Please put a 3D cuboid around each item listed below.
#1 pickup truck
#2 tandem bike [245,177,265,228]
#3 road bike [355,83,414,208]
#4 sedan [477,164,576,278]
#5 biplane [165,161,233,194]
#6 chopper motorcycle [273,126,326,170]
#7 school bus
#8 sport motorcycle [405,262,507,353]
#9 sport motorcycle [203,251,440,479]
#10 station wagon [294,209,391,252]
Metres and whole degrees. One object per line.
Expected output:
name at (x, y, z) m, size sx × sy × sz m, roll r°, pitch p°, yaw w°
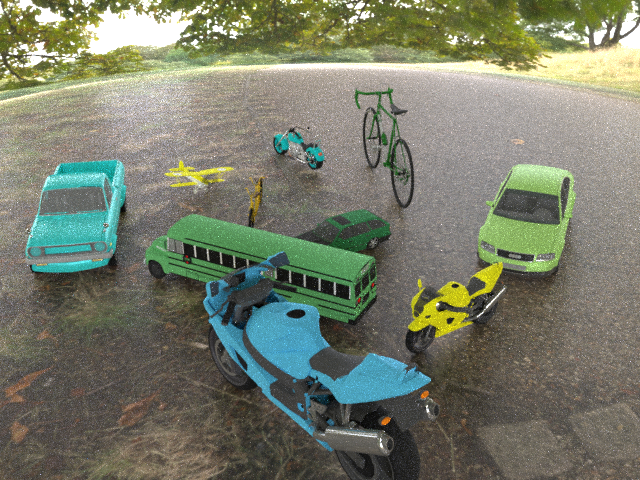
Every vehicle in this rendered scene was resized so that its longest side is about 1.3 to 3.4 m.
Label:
pickup truck at (-3.671, -0.544, 10.733) m, size 1.244 × 0.993 × 3.117 m, roll -5°, pitch 28°, yaw -9°
tandem bike at (-1.042, -0.693, 11.364) m, size 0.283 × 0.682 × 1.642 m, roll 1°, pitch 27°, yaw 2°
road bike at (1.170, -1.737, 12.333) m, size 0.696 × 1.656 × 3.004 m, roll -6°, pitch 28°, yaw -11°
sedan at (3.197, -0.463, 10.634) m, size 1.235 × 0.940 × 3.137 m, roll 11°, pitch 29°, yaw 20°
biplane at (-2.204, -1.127, 12.406) m, size 1.336 × 0.504 × 1.090 m, roll -21°, pitch 34°, yaw -35°
chopper motorcycle at (-0.434, -1.868, 13.569) m, size 0.466 × 0.761 × 1.563 m, roll -19°, pitch 33°, yaw -32°
school bus at (-0.896, 0.322, 9.207) m, size 3.322 × 0.844 × 0.709 m, roll 13°, pitch 30°, yaw 24°
sport motorcycle at (1.604, 0.795, 8.309) m, size 1.520 × 0.821 × 0.506 m, roll -18°, pitch 32°, yaw -32°
sport motorcycle at (-0.177, 1.220, 6.631) m, size 0.983 × 1.596 × 2.955 m, roll -23°, pitch 35°, yaw -38°
station wagon at (0.284, -0.076, 10.390) m, size 1.597 × 0.473 × 0.682 m, roll -17°, pitch 32°, yaw -29°
